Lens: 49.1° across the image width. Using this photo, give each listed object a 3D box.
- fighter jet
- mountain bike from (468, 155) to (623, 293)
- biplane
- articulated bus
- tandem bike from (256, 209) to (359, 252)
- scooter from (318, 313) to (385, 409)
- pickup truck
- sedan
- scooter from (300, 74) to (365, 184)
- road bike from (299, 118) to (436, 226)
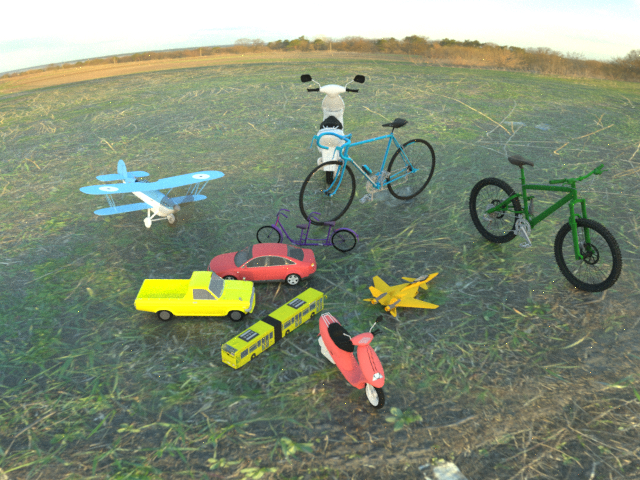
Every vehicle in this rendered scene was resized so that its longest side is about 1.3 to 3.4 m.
[{"bbox_3d":[1.285,0.637,10.013,1.358,0.286,1.147,-25,37,-38],"label":"fighter jet"},{"bbox_3d":[3.292,-0.389,10.449,1.114,1.688,2.857,-17,33,-29],"label":"mountain bike"},{"bbox_3d":[-2.944,-0.843,12.056,2.598,0.981,2.120,-23,35,-36],"label":"biplane"},{"bbox_3d":[-0.568,1.117,9.108,0.311,0.289,1.749,20,34,33],"label":"articulated bus"},{"bbox_3d":[-0.204,-0.141,11.055,1.642,0.682,0.283,3,28,6],"label":"tandem bike"},{"bbox_3d":[0.353,1.267,8.156,0.662,0.919,1.399,-15,32,-26],"label":"scooter"},{"bbox_3d":[-1.696,0.739,9.583,1.603,0.511,0.640,0,28,1],"label":"pickup truck"},{"bbox_3d":[-0.860,0.334,10.373,1.613,0.483,0.635,-2,28,-3],"label":"sedan"},{"bbox_3d":[0.239,-2.337,14.005,1.288,1.786,2.721,1,28,2],"label":"scooter"},{"bbox_3d":[0.894,-1.243,12.088,3.004,1.656,0.696,-18,33,-30],"label":"road bike"}]
